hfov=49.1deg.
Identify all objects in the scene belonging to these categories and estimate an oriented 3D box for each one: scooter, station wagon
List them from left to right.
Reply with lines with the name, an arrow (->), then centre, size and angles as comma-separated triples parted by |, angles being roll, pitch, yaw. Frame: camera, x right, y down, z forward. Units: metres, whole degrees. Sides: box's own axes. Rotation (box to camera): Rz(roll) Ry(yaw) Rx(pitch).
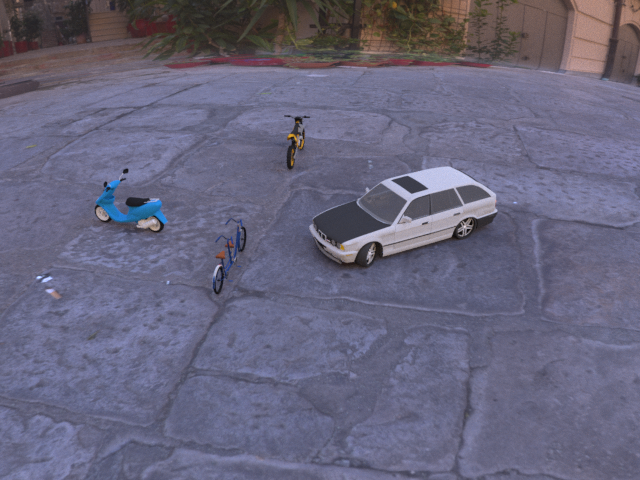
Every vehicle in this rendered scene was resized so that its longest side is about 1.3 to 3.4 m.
scooter -> -3.157, -0.618, 11.503 | 1.399, 0.919, 0.662 | 11, 31, 18
station wagon -> 1.352, -0.473, 11.243 | 3.105, 0.920, 1.327 | -15, 33, -25

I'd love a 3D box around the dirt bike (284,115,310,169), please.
dirt bike -> -0.487, -2.043, 14.095 | 0.527, 0.857, 1.493 | 5, 30, 9

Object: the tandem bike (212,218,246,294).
tandem bike -> -1.334, 0.167, 10.350 | 0.283, 0.682, 1.642 | 5, 30, 9
